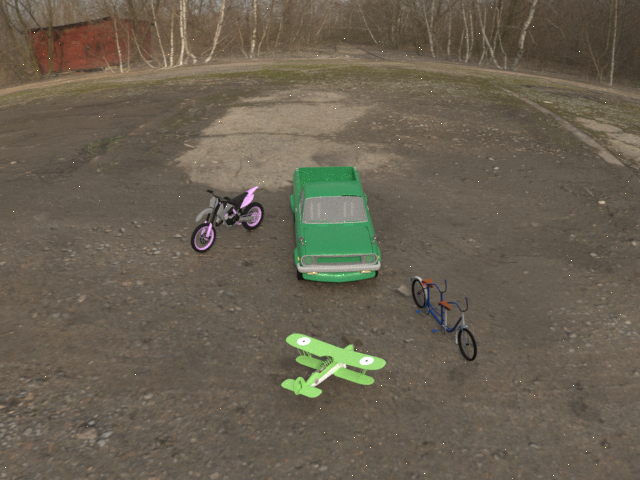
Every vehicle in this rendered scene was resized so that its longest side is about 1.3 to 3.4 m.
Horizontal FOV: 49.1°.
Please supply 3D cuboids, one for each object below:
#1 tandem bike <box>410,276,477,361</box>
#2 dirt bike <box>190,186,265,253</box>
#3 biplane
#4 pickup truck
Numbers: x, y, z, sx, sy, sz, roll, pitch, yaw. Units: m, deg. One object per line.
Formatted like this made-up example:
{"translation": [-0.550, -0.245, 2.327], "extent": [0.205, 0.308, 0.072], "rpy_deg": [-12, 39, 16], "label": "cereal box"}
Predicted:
{"translation": [1.521, 0.840, 8.715], "extent": [0.283, 0.682, 1.642], "rpy_deg": [-10, 30, -18], "label": "tandem bike"}
{"translation": [-1.414, -0.375, 10.817], "extent": [0.527, 0.857, 1.493], "rpy_deg": [23, 35, 36], "label": "dirt bike"}
{"translation": [0.052, 1.427, 7.799], "extent": [1.336, 0.504, 1.090], "rpy_deg": [20, 34, 33], "label": "biplane"}
{"translation": [0.181, -0.432, 10.780], "extent": [1.244, 0.993, 3.117], "rpy_deg": [-1, 28, -3], "label": "pickup truck"}
